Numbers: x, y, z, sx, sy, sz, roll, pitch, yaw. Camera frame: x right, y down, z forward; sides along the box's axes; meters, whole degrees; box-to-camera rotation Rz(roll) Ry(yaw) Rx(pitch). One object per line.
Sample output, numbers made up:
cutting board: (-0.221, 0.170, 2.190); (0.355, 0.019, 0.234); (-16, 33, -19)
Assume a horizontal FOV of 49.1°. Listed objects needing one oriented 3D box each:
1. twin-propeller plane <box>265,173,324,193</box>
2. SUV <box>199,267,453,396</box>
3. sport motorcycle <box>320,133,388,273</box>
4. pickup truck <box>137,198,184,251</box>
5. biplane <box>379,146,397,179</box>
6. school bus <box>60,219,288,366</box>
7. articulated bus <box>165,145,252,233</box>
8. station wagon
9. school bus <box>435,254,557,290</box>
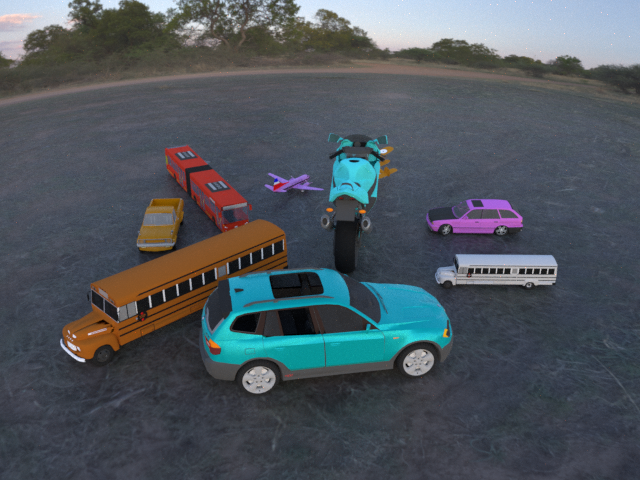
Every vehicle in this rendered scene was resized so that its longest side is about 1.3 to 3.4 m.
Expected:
twin-propeller plane: (-0.537, -1.123, 13.429); (1.370, 0.407, 1.095); (19, 32, 33)
SUV: (0.077, 0.968, 8.449); (3.058, 1.128, 1.276); (-5, 27, -9)
sport motorcycle: (0.532, -0.691, 11.238); (0.983, 1.596, 2.955); (3, 27, 7)
pickup truck: (-2.652, -0.324, 11.718); (0.640, 0.511, 1.603); (-2, 27, -3)
biplane: (1.024, -1.440, 13.953); (1.336, 0.504, 1.090); (-18, 32, -31)
school bus: (-1.879, 0.627, 9.447); (3.322, 0.844, 0.709); (-24, 35, -39)
articulated bus: (-2.176, -1.030, 13.070); (0.605, 0.561, 3.401); (-13, 29, -24)
station wagon: (2.623, -0.413, 11.937); (1.597, 0.473, 0.682); (0, 27, 1)
school bus: (2.563, 0.455, 10.248); (1.708, 0.434, 0.365); (0, 27, 1)
